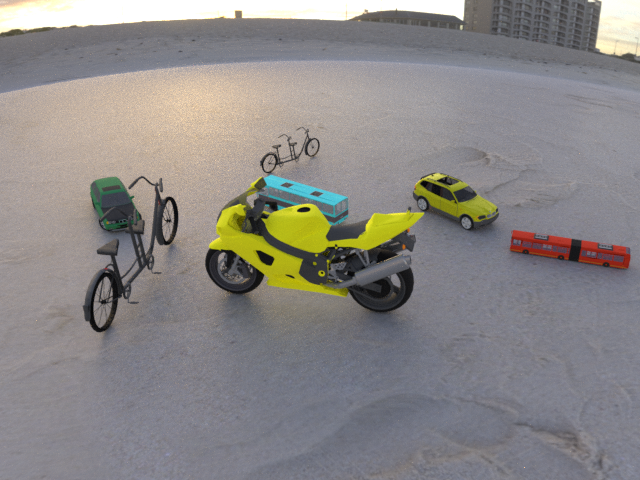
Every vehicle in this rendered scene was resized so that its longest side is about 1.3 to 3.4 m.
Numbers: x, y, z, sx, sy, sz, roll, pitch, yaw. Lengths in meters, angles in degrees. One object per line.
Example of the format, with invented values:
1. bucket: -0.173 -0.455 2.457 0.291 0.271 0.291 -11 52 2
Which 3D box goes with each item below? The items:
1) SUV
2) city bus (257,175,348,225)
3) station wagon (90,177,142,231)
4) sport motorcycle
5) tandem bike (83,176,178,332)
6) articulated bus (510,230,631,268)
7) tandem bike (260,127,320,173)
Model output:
1. SUV: 2.307 -0.699 11.962 0.656 0.580 1.572 -22 35 -35
2. city bus: -0.318 -0.661 12.019 1.674 0.460 0.476 19 33 31
3. station wagon: -3.540 -0.662 12.007 0.682 0.473 1.597 -12 30 -22
4. sport motorcycle: -0.147 0.138 9.305 2.955 1.596 0.983 6 29 11
5. tandem bike: -2.585 0.024 9.808 0.550 1.326 3.192 4 28 8
6. articulated bus: 3.793 0.138 10.698 1.749 0.289 0.311 10 29 17
7. tandem bike: -0.581 -1.818 13.961 0.283 0.682 1.642 24 36 38
